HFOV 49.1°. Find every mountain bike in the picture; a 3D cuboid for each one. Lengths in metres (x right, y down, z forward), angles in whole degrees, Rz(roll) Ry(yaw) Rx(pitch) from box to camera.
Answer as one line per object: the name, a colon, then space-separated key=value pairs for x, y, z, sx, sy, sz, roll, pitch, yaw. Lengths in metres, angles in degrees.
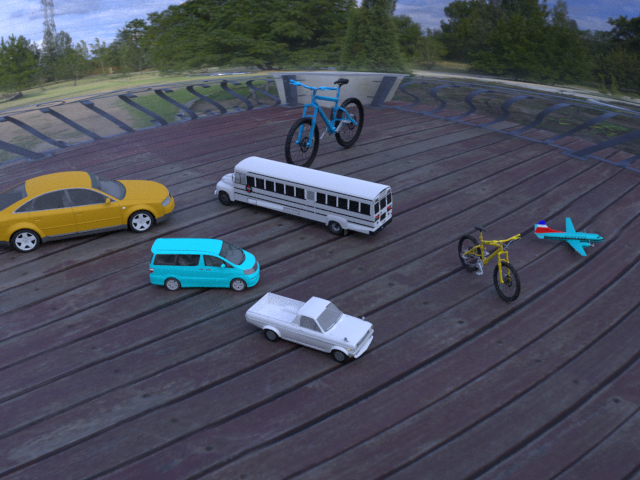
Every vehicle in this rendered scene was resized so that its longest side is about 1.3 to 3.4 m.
mountain bike: x=2.396 y=0.249 z=9.959 sx=0.573 sy=0.868 sz=1.469 roll=-11 pitch=29 yaw=-20
mountain bike: x=0.145 y=-2.507 z=14.509 sx=1.114 sy=1.688 sz=2.857 roll=17 pitch=31 yaw=30

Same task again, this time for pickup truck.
pickup truck: x=-0.138 y=1.023 z=8.820 sx=1.603 sy=0.511 sz=0.640 roll=13 pitch=30 yaw=25

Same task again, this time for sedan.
sedan: x=-4.008 y=-0.609 z=11.579 sx=3.137 sy=0.940 sz=1.235 roll=-11 pitch=29 yaw=-20

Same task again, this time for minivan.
minivan: x=-1.653 y=0.330 z=10.077 sx=1.548 sy=0.616 sz=0.681 roll=0 pitch=27 yaw=1

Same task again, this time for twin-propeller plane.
twin-propeller plane: x=3.983 y=-0.100 z=11.160 sx=1.095 sy=0.407 sz=1.370 roll=3 pitch=27 yaw=7

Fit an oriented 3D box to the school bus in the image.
school bus: x=-0.382 y=-0.801 z=12.064 sx=3.322 sy=0.844 sz=0.709 roll=15 pitch=31 yaw=28
